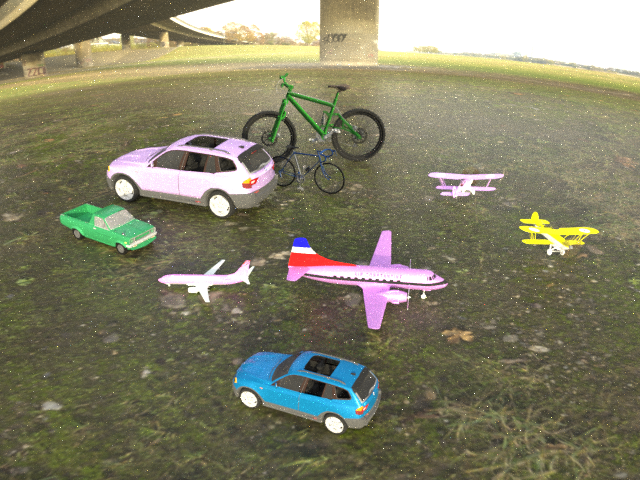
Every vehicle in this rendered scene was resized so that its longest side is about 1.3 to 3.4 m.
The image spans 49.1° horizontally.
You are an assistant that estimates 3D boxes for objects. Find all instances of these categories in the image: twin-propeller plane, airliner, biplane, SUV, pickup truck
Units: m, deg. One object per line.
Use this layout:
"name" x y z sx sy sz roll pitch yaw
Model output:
"twin-propeller plane" 0.627 0.381 9.278 2.129 0.792 2.663 4 27 7
"airliner" -1.570 0.456 9.536 1.307 0.429 1.161 1 26 3
"biplane" 2.486 -0.949 12.293 1.336 0.504 1.090 13 29 25
"biplane" 3.499 -0.094 10.563 1.336 0.504 1.090 -8 27 -15
"SUV" -2.253 -1.242 12.182 3.058 1.128 1.276 10 28 20
"SUV" -0.149 1.482 7.292 1.572 0.580 0.656 11 28 21
"pickup truck" -3.303 -0.252 10.877 1.603 0.511 0.640 16 30 29

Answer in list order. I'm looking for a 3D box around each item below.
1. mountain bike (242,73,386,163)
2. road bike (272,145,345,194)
"mountain bike" -0.117 -2.321 13.733 2.857 1.688 1.114 -2 26 -5
"road bike" -0.272 -1.293 12.596 1.545 0.852 0.358 10 28 20
